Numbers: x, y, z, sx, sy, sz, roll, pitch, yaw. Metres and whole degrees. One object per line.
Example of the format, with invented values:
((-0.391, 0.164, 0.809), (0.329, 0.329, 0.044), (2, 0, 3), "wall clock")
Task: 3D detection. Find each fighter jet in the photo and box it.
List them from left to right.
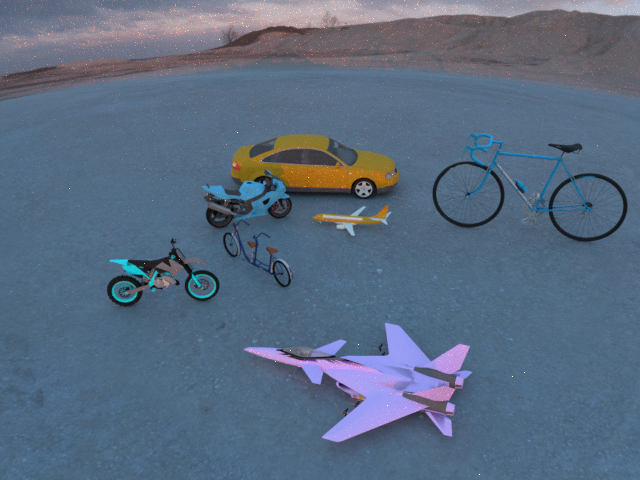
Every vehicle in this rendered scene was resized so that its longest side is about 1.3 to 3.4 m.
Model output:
((0.316, 1.372, 7.907), (2.640, 0.557, 2.229), (10, 28, 19), "fighter jet")

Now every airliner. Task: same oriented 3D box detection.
((0.509, -0.425, 11.627), (1.307, 0.429, 1.161), (6, 27, 11), "airliner")

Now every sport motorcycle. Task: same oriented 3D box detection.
((-1.195, -0.664, 11.667), (1.520, 0.821, 0.506), (-10, 28, -18), "sport motorcycle")

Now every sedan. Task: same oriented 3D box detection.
((-0.092, -1.430, 13.060), (3.137, 0.940, 1.235), (1, 27, 3), "sedan")

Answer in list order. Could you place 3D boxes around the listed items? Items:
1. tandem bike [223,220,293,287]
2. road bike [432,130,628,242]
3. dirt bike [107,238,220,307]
((-0.936, 0.156, 10.188), (0.283, 0.682, 1.642), (-22, 34, -37), "tandem bike")
((3.302, -0.838, 11.084), (3.004, 1.656, 0.697), (7, 28, 15), "road bike")
((-2.106, 0.475, 9.357), (1.493, 0.857, 0.527), (-3, 27, -6), "dirt bike")
